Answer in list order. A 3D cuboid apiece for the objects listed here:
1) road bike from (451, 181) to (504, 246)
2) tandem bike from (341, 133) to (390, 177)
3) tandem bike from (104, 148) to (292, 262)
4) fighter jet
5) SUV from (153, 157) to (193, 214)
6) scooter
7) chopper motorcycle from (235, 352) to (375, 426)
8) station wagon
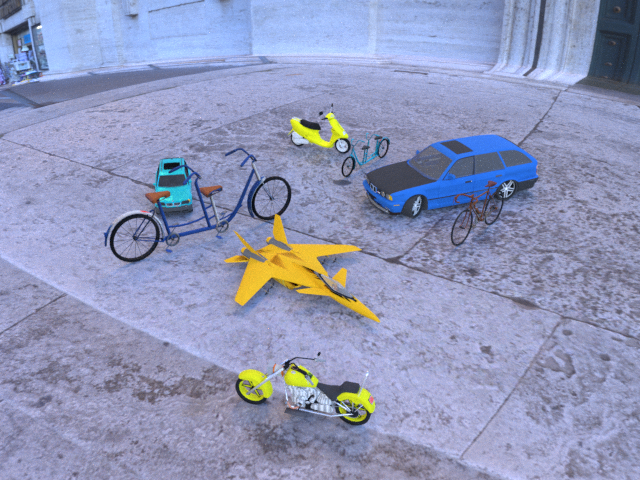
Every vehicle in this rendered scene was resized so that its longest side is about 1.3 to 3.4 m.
[{"bbox_3d":[2.511,-0.469,11.031,0.358,0.852,1.545,24,37,36],"label":"road bike"},{"bbox_3d":[0.905,-1.732,13.506,0.283,0.682,1.642,20,35,32],"label":"tandem bike"},{"bbox_3d":[-1.790,-0.584,10.749,3.192,1.326,0.550,-19,34,-30],"label":"tandem bike"},{"bbox_3d":[-0.117,0.427,9.708,2.229,0.557,2.640,-24,37,-36],"label":"fighter jet"},{"bbox_3d":[-2.562,-0.967,12.220,0.656,0.580,1.572,-5,29,-9],"label":"SUV"},{"bbox_3d":[-0.019,-2.275,14.248,1.399,0.919,0.662,12,31,21],"label":"scooter"},{"bbox_3d":[-0.173,1.546,7.460,1.563,0.761,0.466,9,30,16],"label":"chopper motorcycle"},{"bbox_3d":[2.292,-1.207,12.302,3.105,0.920,1.327,-11,31,-20],"label":"station wagon"}]
